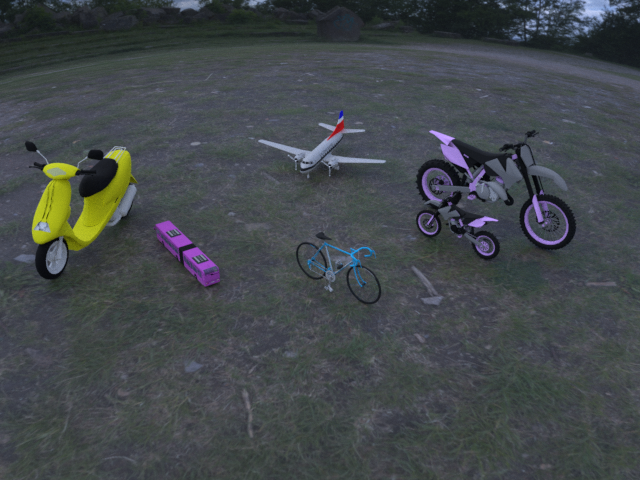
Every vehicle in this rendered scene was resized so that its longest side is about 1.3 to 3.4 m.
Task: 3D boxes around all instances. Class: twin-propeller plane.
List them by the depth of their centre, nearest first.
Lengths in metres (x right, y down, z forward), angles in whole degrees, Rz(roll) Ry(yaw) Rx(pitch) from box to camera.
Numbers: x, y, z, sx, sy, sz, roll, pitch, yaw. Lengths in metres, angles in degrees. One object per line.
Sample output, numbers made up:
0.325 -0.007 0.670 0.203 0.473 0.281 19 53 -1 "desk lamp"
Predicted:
0.081 -1.864 13.671 2.663 0.792 2.129 12 32 20 "twin-propeller plane"

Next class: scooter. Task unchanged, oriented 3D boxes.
-3.609 -0.735 10.747 1.288 1.786 2.721 8 31 14 "scooter"

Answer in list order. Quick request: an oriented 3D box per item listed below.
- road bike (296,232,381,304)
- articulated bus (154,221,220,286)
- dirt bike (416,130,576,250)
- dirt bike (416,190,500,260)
0.236 0.348 9.817 1.545 0.852 0.358 23 37 34 "road bike"
-2.040 0.181 10.663 0.311 0.289 1.749 -19 35 -29 "articulated bus"
2.781 -0.934 11.207 2.903 1.666 1.024 25 38 36 "dirt bike"
2.129 -0.257 10.850 1.493 0.857 0.527 23 37 34 "dirt bike"
